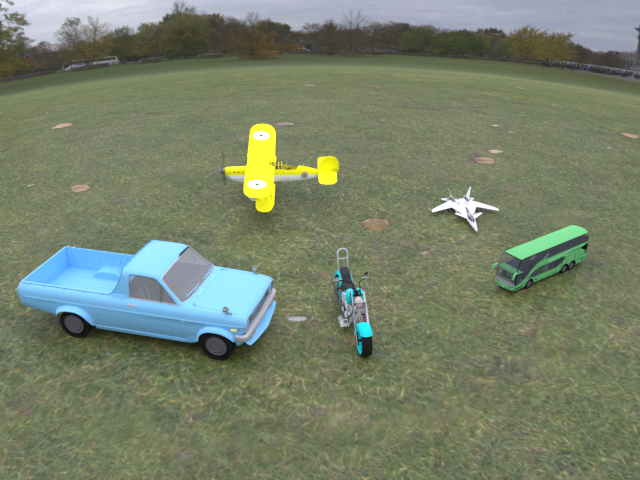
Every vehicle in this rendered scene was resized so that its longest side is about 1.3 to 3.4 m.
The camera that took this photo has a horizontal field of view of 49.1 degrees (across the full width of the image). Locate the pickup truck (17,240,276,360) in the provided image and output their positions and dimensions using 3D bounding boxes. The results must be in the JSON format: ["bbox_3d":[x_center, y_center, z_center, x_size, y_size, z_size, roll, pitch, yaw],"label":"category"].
[{"bbox_3d":[-2.143,0.599,8.763,3.117,0.993,1.244,7,28,13],"label":"pickup truck"}]

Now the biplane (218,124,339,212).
[{"bbox_3d":[-0.725,-1.178,12.302,2.120,0.981,2.598,-1,27,-2],"label":"biplane"}]

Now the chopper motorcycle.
[{"bbox_3d":[0.412,0.754,8.714,0.466,0.761,1.563,-5,27,-9],"label":"chopper motorcycle"}]

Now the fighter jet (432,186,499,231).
[{"bbox_3d":[2.474,-0.521,11.769,1.147,0.286,1.358,-1,27,-3],"label":"fighter jet"}]

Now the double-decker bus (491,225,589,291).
[{"bbox_3d":[3.157,0.259,9.939,1.672,0.541,0.389,-17,32,-31],"label":"double-decker bus"}]
